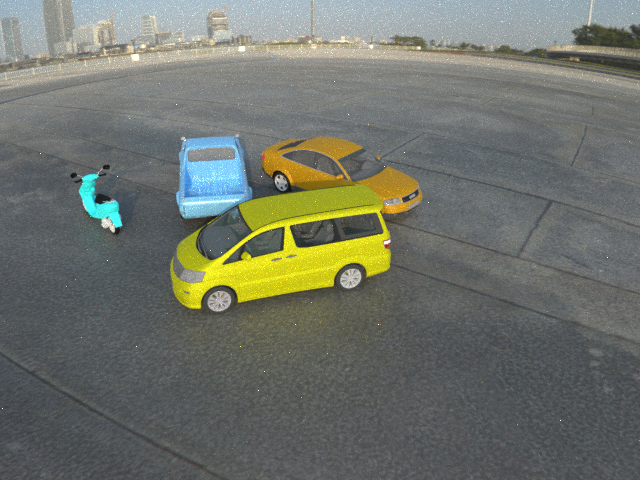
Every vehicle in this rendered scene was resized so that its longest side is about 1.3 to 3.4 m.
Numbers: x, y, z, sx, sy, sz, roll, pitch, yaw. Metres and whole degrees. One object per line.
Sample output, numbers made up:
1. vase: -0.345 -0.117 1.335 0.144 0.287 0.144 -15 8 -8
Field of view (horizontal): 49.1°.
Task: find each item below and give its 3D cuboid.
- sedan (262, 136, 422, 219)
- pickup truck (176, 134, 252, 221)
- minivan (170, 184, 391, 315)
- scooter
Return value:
1. sedan: 0.344 -1.210 12.312 3.137 0.940 1.235 21 34 34
2. pickup truck: -1.881 -1.223 12.279 1.244 0.993 3.117 -4 28 -8
3. minivan: -0.554 0.062 9.638 3.011 1.197 1.324 -9 29 -16
4. scooter: -3.586 -0.676 11.327 0.662 0.919 1.399 -21 34 -34
